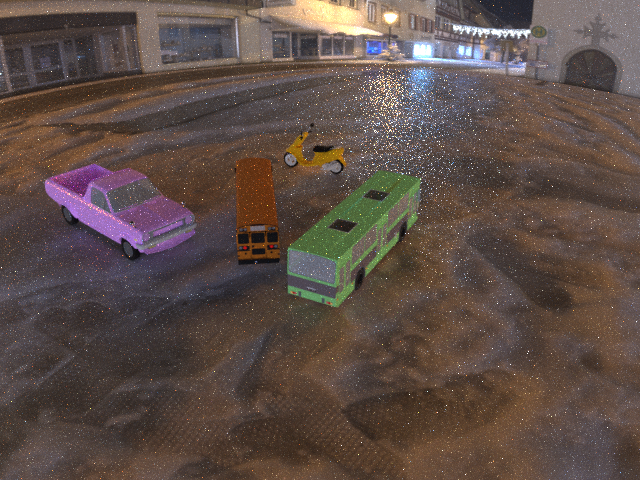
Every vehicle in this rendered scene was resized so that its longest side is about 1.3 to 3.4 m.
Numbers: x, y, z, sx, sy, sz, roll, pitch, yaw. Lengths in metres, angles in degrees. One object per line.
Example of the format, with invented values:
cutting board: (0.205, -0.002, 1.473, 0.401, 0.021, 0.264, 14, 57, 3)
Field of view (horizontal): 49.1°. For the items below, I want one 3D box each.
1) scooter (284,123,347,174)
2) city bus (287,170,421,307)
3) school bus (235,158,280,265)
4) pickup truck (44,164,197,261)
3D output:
scooter: (-0.114, -1.859, 14.408, 1.399, 0.919, 0.662, 11, 30, 19)
city bus: (0.638, -0.087, 11.155, 0.926, 0.894, 3.255, 14, 31, 24)
school bus: (-1.124, -0.637, 12.227, 0.709, 0.844, 3.322, -3, 29, -5)
pickup truck: (-3.516, -0.673, 12.136, 3.117, 0.993, 1.244, 24, 36, 37)
